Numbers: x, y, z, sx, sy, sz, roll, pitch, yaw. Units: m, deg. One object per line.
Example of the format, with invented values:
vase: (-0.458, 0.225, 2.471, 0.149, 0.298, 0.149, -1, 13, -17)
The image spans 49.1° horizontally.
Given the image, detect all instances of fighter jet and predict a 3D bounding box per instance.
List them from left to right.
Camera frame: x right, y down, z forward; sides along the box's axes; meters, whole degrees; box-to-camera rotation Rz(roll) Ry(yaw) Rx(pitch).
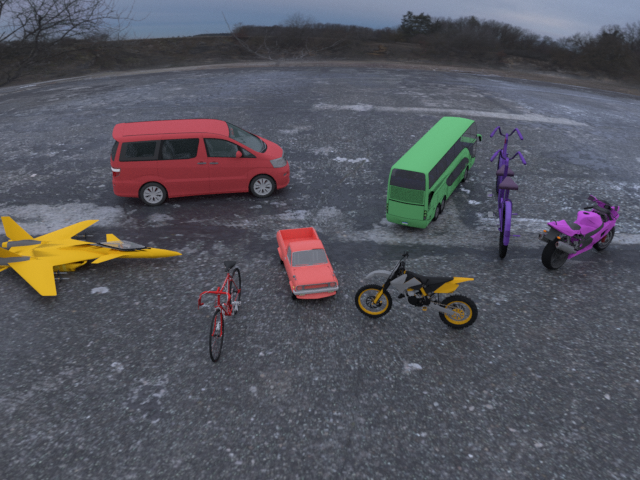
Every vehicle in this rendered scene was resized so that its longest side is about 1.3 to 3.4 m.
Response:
fighter jet: (-3.279, 0.072, 9.835, 2.640, 0.557, 2.229, -1, 27, -2)

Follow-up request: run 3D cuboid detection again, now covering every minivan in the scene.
minivan: (-2.033, -1.413, 12.021, 3.011, 1.197, 1.324, -5, 28, -10)

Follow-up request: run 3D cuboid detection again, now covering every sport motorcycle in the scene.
sport motorcycle: (3.681, -0.092, 9.866, 1.520, 0.821, 0.506, -17, 32, -29)

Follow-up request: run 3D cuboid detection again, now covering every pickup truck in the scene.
pickup truck: (-0.198, 0.244, 9.553, 0.640, 0.511, 1.603, -5, 28, -10)

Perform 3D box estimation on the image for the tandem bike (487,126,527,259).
tandem bike: (2.853, -0.875, 10.836, 0.550, 1.326, 3.192, 5, 28, 10)

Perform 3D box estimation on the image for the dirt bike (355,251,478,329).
dirt bike: (1.155, 0.639, 8.407, 1.493, 0.857, 0.527, 6, 28, 11)

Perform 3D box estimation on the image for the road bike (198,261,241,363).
road bike: (-1.106, 0.744, 8.210, 0.358, 0.852, 1.545, 3, 27, 6)

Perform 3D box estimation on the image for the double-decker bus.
double-decker bus: (1.977, -1.241, 11.844, 0.756, 1.052, 3.251, 12, 30, 22)
